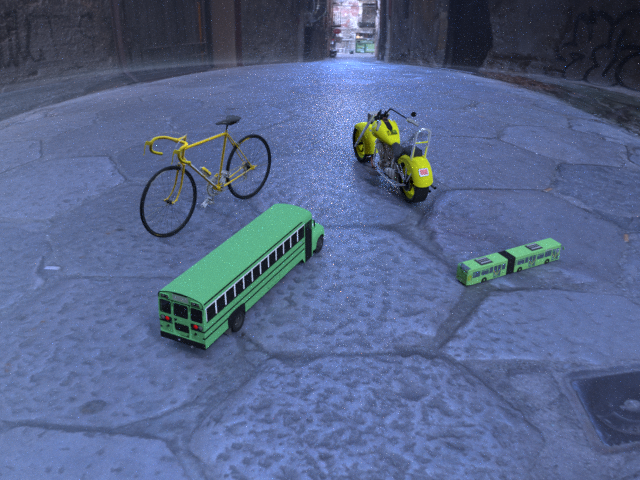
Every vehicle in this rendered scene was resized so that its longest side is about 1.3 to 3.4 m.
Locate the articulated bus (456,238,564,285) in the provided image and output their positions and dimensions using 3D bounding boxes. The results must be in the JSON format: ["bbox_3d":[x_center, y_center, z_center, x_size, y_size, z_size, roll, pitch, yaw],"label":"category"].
[{"bbox_3d":[2.764,0.307,10.154,1.749,0.289,0.311,-13,30,-24],"label":"articulated bus"}]

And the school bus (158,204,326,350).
[{"bbox_3d":[-0.898,0.317,9.534,0.709,0.844,3.322,13,30,23],"label":"school bus"}]

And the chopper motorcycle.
[{"bbox_3d":[1.259,-1.751,12.810,0.906,1.480,3.040,-9,29,-17],"label":"chopper motorcycle"}]

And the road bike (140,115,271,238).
[{"bbox_3d":[-1.796,-1.155,11.477,0.696,1.656,3.004,19,33,32],"label":"road bike"}]
